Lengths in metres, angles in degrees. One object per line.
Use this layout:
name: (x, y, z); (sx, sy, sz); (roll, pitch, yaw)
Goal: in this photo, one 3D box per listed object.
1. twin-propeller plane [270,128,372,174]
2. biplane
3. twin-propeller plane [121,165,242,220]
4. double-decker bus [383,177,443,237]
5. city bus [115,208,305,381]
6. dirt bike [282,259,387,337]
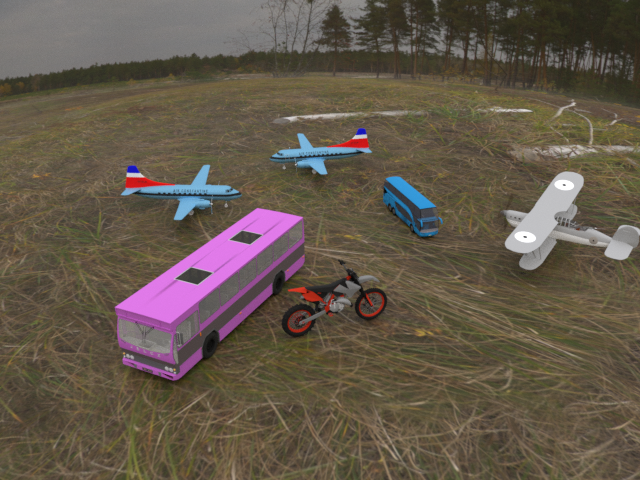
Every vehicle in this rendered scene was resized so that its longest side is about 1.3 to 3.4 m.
twin-propeller plane: (-0.003, -1.897, 14.614); (2.129, 0.792, 2.663); (-5, 26, -10)
biplane: (3.764, -0.144, 10.778); (2.120, 0.981, 2.598); (17, 30, 31)
twin-propeller plane: (-2.479, -0.963, 12.686); (2.129, 0.792, 2.663); (1, 26, 2)
double-decker bus: (1.574, -0.580, 12.183); (0.389, 0.541, 1.672); (-8, 27, -16)
city bus: (-1.294, 0.610, 9.319); (0.926, 0.894, 3.255); (12, 28, 23)
dirt bike: (0.204, 0.762, 9.049); (1.493, 0.857, 0.527); (-10, 28, -20)
